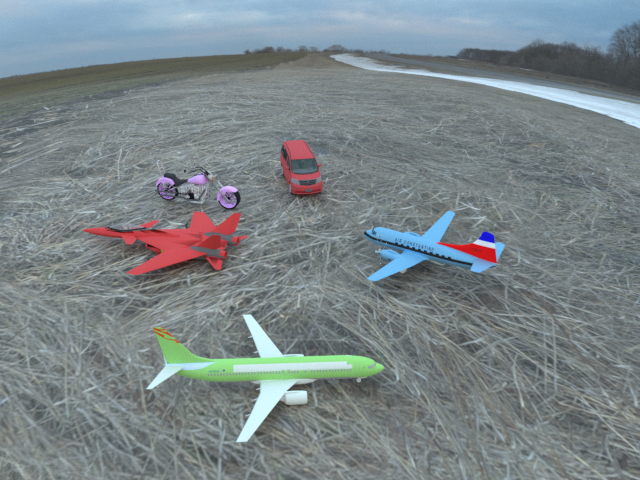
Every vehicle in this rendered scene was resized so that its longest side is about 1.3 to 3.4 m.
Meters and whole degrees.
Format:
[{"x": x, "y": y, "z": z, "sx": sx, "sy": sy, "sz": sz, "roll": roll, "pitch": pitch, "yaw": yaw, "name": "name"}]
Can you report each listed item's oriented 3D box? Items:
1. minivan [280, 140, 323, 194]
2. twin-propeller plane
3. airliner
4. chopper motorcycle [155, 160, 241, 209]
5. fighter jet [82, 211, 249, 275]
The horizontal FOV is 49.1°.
[{"x": -0.366, "y": -1.374, "z": 13.200, "sx": 0.681, "sy": 0.616, "sz": 1.548, "roll": -5, "pitch": 27, "yaw": -10, "name": "minivan"}, {"x": 1.556, "y": 0.033, "z": 10.179, "sx": 2.129, "sy": 0.792, "sz": 2.663, "roll": 16, "pitch": 31, "yaw": 29, "name": "twin-propeller plane"}, {"x": -0.546, "y": 1.262, "z": 7.664, "sx": 2.541, "sy": 0.835, "sz": 2.257, "roll": -2, "pitch": 27, "yaw": -4, "name": "airliner"}, {"x": -2.149, "y": -0.968, "z": 12.221, "sx": 1.563, "sy": 0.761, "sz": 0.466, "roll": 7, "pitch": 27, "yaw": 14, "name": "chopper motorcycle"}, {"x": -2.537, "y": -0.144, "z": 10.797, "sx": 2.640, "sy": 0.557, "sz": 2.229, "roll": 7, "pitch": 27, "yaw": 14, "name": "fighter jet"}]
